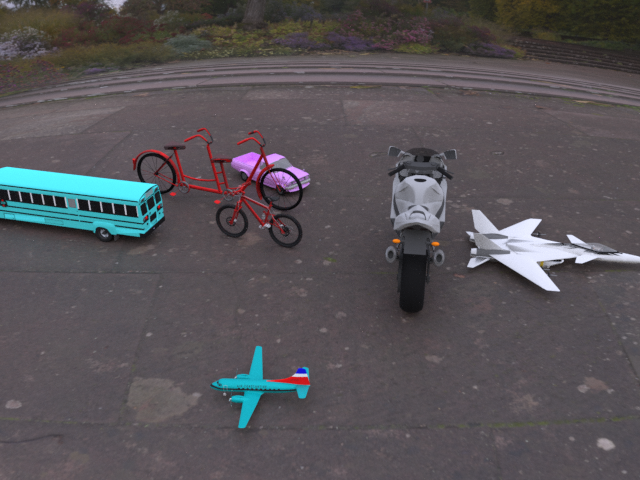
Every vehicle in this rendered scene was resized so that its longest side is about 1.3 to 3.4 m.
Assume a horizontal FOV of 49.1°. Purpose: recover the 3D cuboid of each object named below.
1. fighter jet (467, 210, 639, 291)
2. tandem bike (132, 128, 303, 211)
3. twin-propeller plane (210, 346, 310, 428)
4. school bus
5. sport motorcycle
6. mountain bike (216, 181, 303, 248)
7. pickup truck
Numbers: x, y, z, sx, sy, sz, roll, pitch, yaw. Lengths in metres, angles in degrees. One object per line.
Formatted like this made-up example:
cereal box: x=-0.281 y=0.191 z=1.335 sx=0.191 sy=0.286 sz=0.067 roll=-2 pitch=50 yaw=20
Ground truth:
fighter jet: x=3.497 y=0.063 z=10.222 sx=2.640 sy=0.557 sz=2.229 roll=4 pitch=28 yaw=8
tandem bike: x=-1.799 y=-1.255 z=11.916 sx=3.192 sy=1.326 sz=0.550 roll=9 pitch=29 yaw=16
twin-propeller plane: x=-0.652 y=1.535 z=7.567 sx=1.095 sy=0.407 sz=1.370 roll=1 pitch=28 yaw=3
school bus: x=-4.155 y=-0.603 z=11.187 sx=3.322 sy=0.844 sz=0.709 roll=7 pitch=28 yaw=14
sport motorcycle: x=1.352 y=-0.262 z=9.722 sx=0.983 sy=1.596 sz=2.955 roll=4 pitch=28 yaw=8
mountain bike: x=-0.948 y=-0.359 z=10.694 sx=1.469 sy=0.868 sz=0.573 roll=10 pitch=29 yaw=19
pickup truck: x=-0.924 y=-1.300 z=12.881 sx=1.603 sy=0.511 sz=0.640 roll=23 pitch=36 yaw=37
